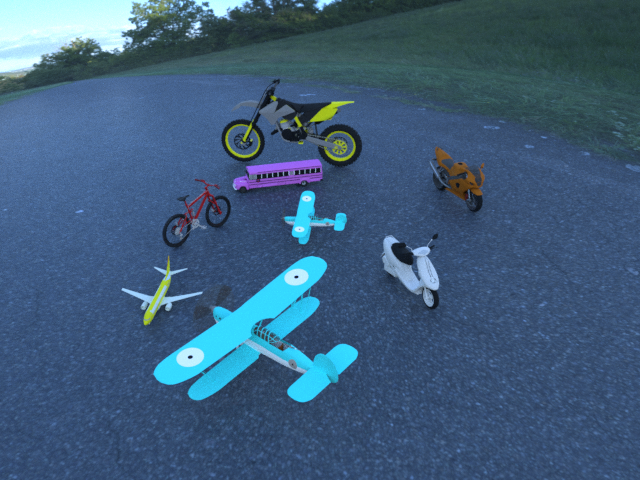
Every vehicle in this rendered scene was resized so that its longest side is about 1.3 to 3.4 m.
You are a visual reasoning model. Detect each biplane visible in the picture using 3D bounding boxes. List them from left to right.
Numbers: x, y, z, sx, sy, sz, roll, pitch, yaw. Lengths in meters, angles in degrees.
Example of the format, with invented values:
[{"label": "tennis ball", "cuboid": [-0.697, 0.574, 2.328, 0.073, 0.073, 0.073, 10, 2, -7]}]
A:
[{"label": "biplane", "cuboid": [-0.618, 1.221, 8.168, 2.120, 0.981, 2.598, 23, 35, 36]}, {"label": "biplane", "cuboid": [-0.106, -0.302, 11.549, 1.090, 0.504, 1.336, 3, 28, 6]}]

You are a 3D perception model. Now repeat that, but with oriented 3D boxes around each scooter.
[{"label": "scooter", "cuboid": [1.281, 0.315, 9.942, 0.662, 0.919, 1.399, -14, 31, -24]}]

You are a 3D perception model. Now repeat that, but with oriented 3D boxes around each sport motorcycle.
[{"label": "sport motorcycle", "cuboid": [2.505, -1.116, 12.745, 0.506, 0.821, 1.520, -12, 30, -21]}]

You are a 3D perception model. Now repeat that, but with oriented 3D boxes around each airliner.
[{"label": "airliner", "cuboid": [-2.248, 0.704, 9.731, 1.161, 0.429, 1.307, 2, 28, 4]}]

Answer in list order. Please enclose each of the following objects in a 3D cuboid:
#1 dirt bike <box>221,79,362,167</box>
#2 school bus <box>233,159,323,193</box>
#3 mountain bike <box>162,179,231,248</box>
[{"label": "dirt bike", "cuboid": [-0.591, -2.296, 14.069, 2.903, 1.666, 1.024, 3, 28, 6]}, {"label": "school bus", "cuboid": [-0.811, -1.228, 13.369, 1.708, 0.434, 0.365, -8, 29, -14]}, {"label": "mountain bike", "cuboid": [-2.003, -0.451, 11.442, 0.573, 0.868, 1.469, 21, 34, 34]}]
